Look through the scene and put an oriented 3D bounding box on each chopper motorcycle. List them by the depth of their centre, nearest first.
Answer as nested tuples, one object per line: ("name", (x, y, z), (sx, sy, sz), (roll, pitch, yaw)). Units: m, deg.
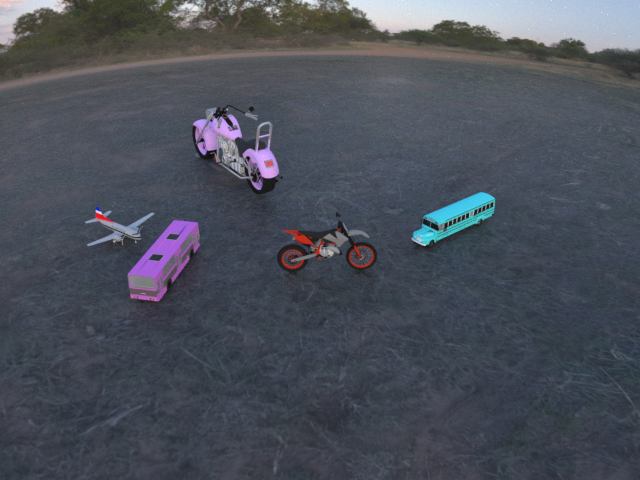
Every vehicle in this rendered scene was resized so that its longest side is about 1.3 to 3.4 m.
("chopper motorcycle", (-1.691, -1.908, 13.290), (0.906, 1.480, 3.040), (-18, 34, -30))

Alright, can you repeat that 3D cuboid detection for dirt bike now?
("dirt bike", (0.107, 0.085, 10.331), (1.493, 0.857, 0.527), (-1, 29, -2))

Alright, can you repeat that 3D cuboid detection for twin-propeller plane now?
("twin-propeller plane", (-3.287, -0.239, 11.381), (1.095, 0.407, 1.370), (19, 34, 30))

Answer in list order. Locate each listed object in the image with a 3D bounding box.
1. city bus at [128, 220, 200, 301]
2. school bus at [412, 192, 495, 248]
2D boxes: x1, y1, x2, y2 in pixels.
("city bus", (-2.267, 0.298, 10.356), (0.476, 0.460, 1.674), (6, 29, 10))
("school bus", (2.204, -0.338, 11.532), (1.708, 0.434, 0.365), (-22, 36, -34))
